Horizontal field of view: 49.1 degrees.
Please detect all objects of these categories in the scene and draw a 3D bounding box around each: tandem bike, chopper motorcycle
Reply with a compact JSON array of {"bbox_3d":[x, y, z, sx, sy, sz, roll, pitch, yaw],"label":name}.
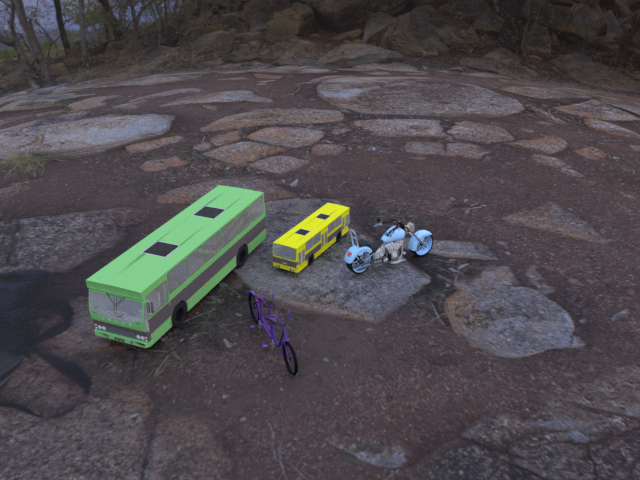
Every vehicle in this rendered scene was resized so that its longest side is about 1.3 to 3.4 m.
[{"bbox_3d":[-0.599,0.987,8.494,0.283,0.682,1.642,-12,29,-22],"label":"tandem bike"},{"bbox_3d":[1.044,0.028,10.302,1.563,0.761,0.466,-16,31,-28],"label":"chopper motorcycle"}]

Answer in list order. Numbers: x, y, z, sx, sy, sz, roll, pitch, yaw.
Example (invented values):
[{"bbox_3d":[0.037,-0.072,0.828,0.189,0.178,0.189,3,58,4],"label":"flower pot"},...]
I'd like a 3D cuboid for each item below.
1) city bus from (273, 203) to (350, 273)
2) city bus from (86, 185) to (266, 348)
[{"bbox_3d":[-0.102,-0.039,10.769,0.476,0.460,1.674,14,30,26],"label":"city bus"},{"bbox_3d":[-1.818,0.264,9.688,0.926,0.894,3.255,10,29,20],"label":"city bus"}]
